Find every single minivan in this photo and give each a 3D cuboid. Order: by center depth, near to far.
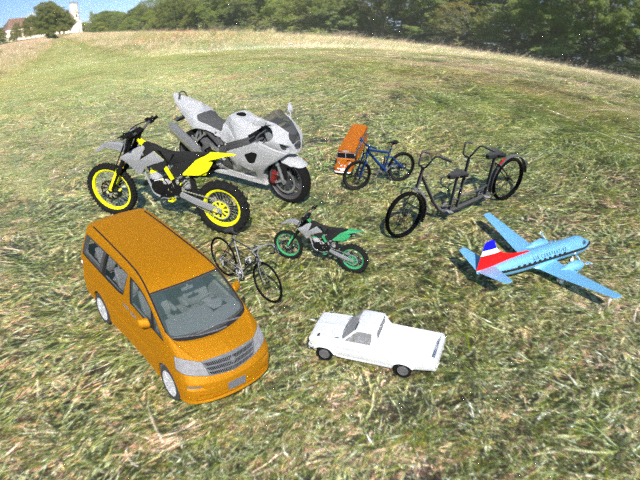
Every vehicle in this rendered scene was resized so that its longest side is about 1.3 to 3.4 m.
[{"bbox_3d":[-1.836,0.703,8.512,1.324,1.197,3.011,-21,36,-33],"label":"minivan"}]

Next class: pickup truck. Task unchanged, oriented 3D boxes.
[{"bbox_3d":[0.676,1.178,8.368,1.603,0.511,0.640,9,31,16],"label":"pickup truck"}]

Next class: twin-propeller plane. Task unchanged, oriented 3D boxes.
[{"bbox_3d":[3.064,0.152,9.902,2.129,0.792,2.663,-14,32,-24],"label":"twin-propeller plane"}]

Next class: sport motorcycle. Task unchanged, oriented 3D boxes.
[{"bbox_3d":[-1.400,-1.656,12.289,2.955,1.596,0.983,18,34,29],"label":"sport motorcycle"}]

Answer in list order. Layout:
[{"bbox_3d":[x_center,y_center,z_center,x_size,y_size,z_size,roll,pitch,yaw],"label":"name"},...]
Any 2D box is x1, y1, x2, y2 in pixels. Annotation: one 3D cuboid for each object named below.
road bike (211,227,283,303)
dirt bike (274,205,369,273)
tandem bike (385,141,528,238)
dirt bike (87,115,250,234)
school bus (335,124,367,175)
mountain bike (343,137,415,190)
[{"bbox_3d":[-1.037,0.290,9.596,0.358,0.852,1.545,-26,38,-38],"label":"road bike"},{"bbox_3d":[0.000,0.000,10.104,1.493,0.857,0.527,12,31,20],"label":"dirt bike"},{"bbox_3d":[2.303,-0.966,11.340,3.192,1.326,0.550,-19,35,-30],"label":"tandem bike"},{"bbox_3d":[-2.474,-0.995,11.045,2.903,1.666,1.024,9,31,16],"label":"dirt bike"},{"bbox_3d":[0.614,-1.774,13.681,0.365,0.434,1.708,7,30,12],"label":"school bus"},{"bbox_3d":[1.070,-1.385,12.549,1.469,0.868,0.573,-13,32,-22],"label":"mountain bike"}]
